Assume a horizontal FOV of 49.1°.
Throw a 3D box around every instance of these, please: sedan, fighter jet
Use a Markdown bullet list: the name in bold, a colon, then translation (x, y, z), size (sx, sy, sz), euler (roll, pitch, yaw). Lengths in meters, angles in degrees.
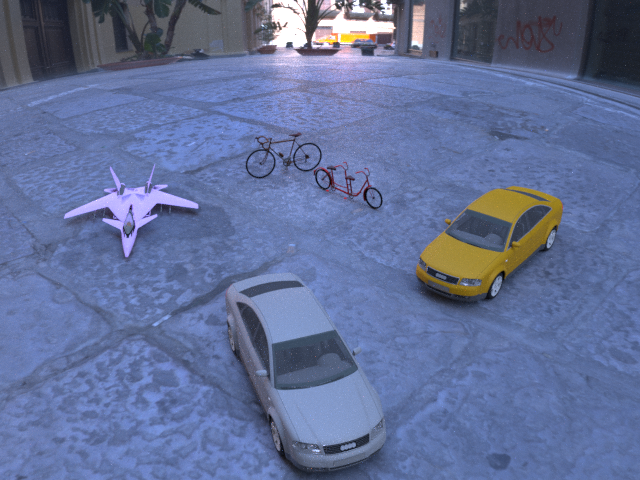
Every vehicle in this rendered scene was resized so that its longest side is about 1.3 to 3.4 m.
- **sedan**: translation (2.628, -0.104, 10.600), size (1.235, 0.940, 3.137), euler (22, 36, 34)
- **sedan**: translation (-0.258, 1.294, 8.071), size (1.235, 0.940, 3.137), euler (-10, 31, -18)
- **fighter jet**: translation (-3.179, -0.518, 11.744), size (2.229, 0.557, 2.640), euler (-5, 29, -9)

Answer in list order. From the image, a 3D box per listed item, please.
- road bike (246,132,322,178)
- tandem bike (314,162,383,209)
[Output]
- **road bike**: translation (-0.690, -1.652, 13.491), size (1.545, 0.852, 0.358), euler (-10, 31, -18)
- **tandem bike**: translation (0.487, -1.062, 12.600), size (1.642, 0.682, 0.283), euler (24, 37, 36)
